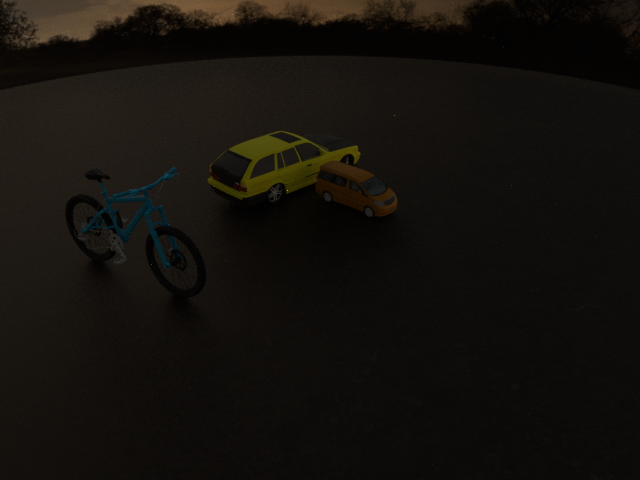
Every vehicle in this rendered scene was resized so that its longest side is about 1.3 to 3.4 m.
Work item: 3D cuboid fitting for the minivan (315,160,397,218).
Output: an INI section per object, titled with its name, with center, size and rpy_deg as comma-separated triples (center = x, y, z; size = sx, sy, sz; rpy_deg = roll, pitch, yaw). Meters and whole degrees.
[minivan]
center = 0.650, -0.919, 12.458
size = 1.548, 0.616, 0.681
rpy_deg = 23, 36, 35

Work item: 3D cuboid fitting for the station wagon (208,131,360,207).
[station wagon]
center = -0.595, -1.540, 13.266
size = 3.105, 0.920, 1.327
rpy_deg = -25, 38, -37

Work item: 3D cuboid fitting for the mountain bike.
[mountain bike]
center = -2.748, -0.194, 10.041
size = 2.857, 1.688, 1.114
rpy_deg = 18, 34, 30
